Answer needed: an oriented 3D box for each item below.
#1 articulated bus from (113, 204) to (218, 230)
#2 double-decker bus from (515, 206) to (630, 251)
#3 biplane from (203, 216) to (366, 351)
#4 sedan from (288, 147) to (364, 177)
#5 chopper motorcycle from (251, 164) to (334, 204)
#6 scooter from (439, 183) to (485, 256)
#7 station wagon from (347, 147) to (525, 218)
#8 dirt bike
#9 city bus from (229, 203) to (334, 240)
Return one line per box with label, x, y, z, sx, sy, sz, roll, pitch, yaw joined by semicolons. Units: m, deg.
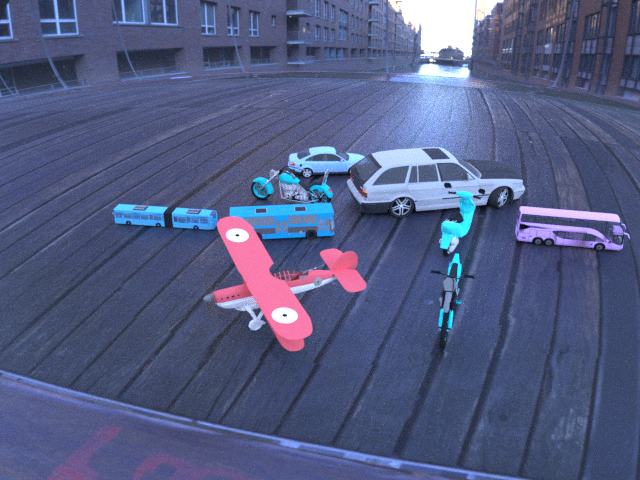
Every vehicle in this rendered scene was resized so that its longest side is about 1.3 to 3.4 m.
articulated bus;-2.589;-0.386;11.702;1.749;0.289;0.311;4;27;8
double-decker bus;3.949;-0.177;11.003;1.672;0.541;0.389;6;27;11
biplane;-0.454;0.587;8.987;2.120;0.981;2.598;-11;29;-21
sedan;0.171;-1.573;13.855;1.613;0.483;0.635;-2;27;-5
chopper motorcycle;-0.510;-0.989;12.378;1.563;0.761;0.466;11;29;20
scooter;2.177;-0.367;10.961;0.662;0.919;1.399;13;29;24
station wagon;2.088;-1.118;12.458;3.105;0.920;1.327;-5;27;-10
dirt bike;1.660;0.710;8.879;0.527;0.857;1.493;7;27;14
city bus;-0.619;-0.277;11.294;1.674;0.460;0.476;-3;27;-6
